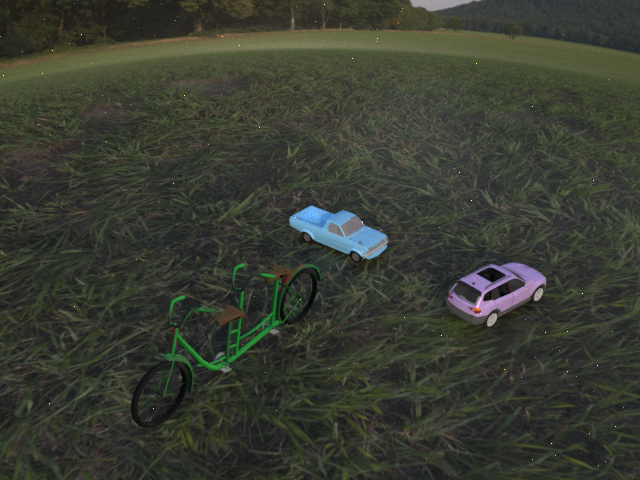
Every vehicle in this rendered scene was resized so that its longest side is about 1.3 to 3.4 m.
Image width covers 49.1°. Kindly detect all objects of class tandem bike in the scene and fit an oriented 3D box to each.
[{"bbox_3d":[-0.967,0.939,8.183,0.550,1.326,3.192,21,35,32],"label":"tandem bike"}]

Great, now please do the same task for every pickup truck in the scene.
[{"bbox_3d":[0.278,-0.169,10.977,1.603,0.511,0.640,22,36,33],"label":"pickup truck"}]

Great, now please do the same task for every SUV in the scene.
[{"bbox_3d":[2.411,0.639,9.473,1.572,0.580,0.656,-21,35,-32],"label":"SUV"}]
